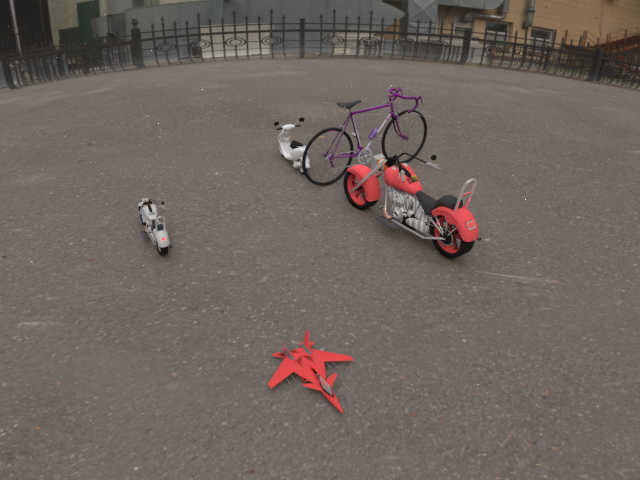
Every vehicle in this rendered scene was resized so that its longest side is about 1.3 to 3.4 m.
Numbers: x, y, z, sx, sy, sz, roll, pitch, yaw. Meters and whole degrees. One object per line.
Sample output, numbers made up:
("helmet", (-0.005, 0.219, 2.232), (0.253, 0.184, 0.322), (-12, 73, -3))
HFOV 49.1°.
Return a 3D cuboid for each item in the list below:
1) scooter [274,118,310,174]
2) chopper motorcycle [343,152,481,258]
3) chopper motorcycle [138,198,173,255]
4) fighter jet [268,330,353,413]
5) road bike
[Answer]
("scooter", (-0.546, -1.937, 14.136), (0.662, 0.919, 1.399), (-13, 32, -22))
("chopper motorcycle", (1.421, -0.795, 11.562), (0.906, 1.480, 3.040), (-20, 35, -31))
("chopper motorcycle", (-2.758, -0.342, 11.491), (0.466, 0.761, 1.563), (-13, 32, -22))
("fighter jet", (-0.051, 1.614, 8.533), (1.147, 0.286, 1.358), (-14, 33, -24))
("road bike", (0.933, -2.032, 13.558), (3.004, 1.656, 0.697), (-18, 34, -28))
